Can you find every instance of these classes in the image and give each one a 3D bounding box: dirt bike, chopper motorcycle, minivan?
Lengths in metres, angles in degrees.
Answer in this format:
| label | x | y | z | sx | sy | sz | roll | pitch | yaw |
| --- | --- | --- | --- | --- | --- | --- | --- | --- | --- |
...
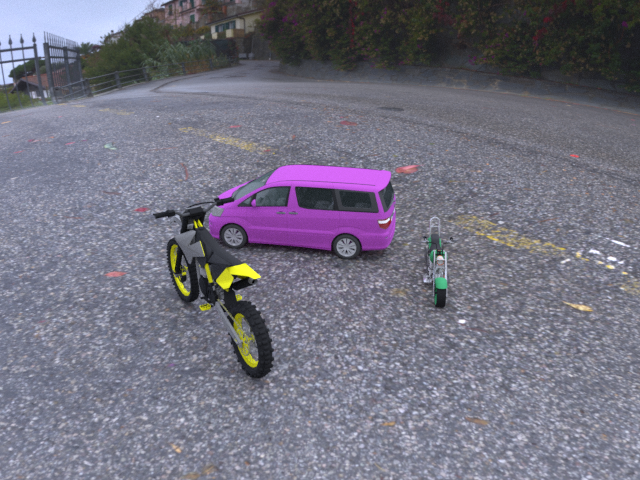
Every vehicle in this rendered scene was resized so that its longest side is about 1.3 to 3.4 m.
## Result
| label | x | y | z | sx | sy | sz | roll | pitch | yaw |
| --- | --- | --- | --- | --- | --- | --- | --- | --- | --- |
| dirt bike | -1.346 | 0.434 | 8.589 | 1.024 | 1.666 | 2.903 | -15 | 29 | -29 |
| chopper motorcycle | 1.667 | 0.298 | 9.952 | 0.466 | 0.761 | 1.563 | 2 | 25 | 3 |
| minivan | -0.300 | -0.542 | 11.236 | 3.011 | 1.197 | 1.324 | 5 | 26 | 11 |
